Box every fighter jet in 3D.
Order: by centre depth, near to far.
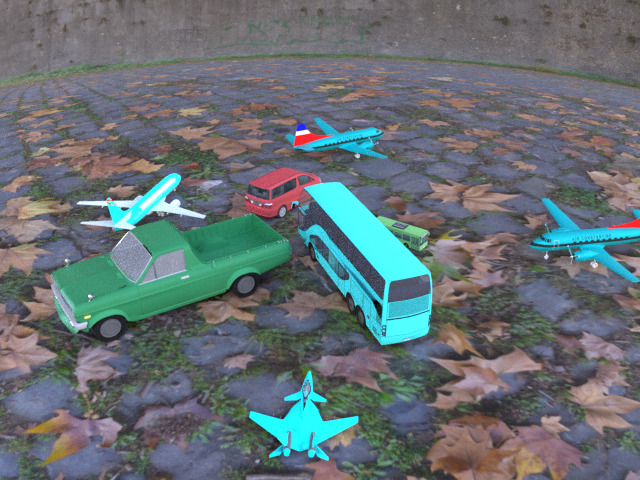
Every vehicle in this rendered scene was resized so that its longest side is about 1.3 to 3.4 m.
[{"bbox_3d":[-0.165,1.753,7.442,1.147,0.286,1.358,2,28,3],"label":"fighter jet"}]

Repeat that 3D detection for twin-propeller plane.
[{"bbox_3d":[4.128,-0.132,10.407,2.129,0.792,2.663,-5,29,-9],"label":"twin-propeller plane"},{"bbox_3d":[0.410,-2.096,14.049,2.129,0.792,2.663,-15,32,-26],"label":"twin-propeller plane"}]

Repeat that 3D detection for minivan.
[{"bbox_3d":[-0.584,-0.889,11.995,0.681,0.616,1.548,20,34,32],"label":"minivan"}]

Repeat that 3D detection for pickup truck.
[{"bbox_3d":[-1.953,0.310,9.374,3.117,0.993,1.244,-17,33,-29],"label":"pickup truck"}]

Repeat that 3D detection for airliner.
[{"bbox_3d":[-2.866,-0.789,11.578,2.257,0.835,2.541,7,29,12],"label":"airliner"}]

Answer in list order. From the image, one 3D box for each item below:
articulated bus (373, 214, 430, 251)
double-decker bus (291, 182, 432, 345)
[{"bbox_3d":[0.900,-0.219,11.097,1.749,0.289,0.311,19,34,31],"label":"articulated bus"},{"bbox_3d":[0.481,0.167,9.577,0.756,1.052,3.251,-10,30,-18],"label":"double-decker bus"}]
